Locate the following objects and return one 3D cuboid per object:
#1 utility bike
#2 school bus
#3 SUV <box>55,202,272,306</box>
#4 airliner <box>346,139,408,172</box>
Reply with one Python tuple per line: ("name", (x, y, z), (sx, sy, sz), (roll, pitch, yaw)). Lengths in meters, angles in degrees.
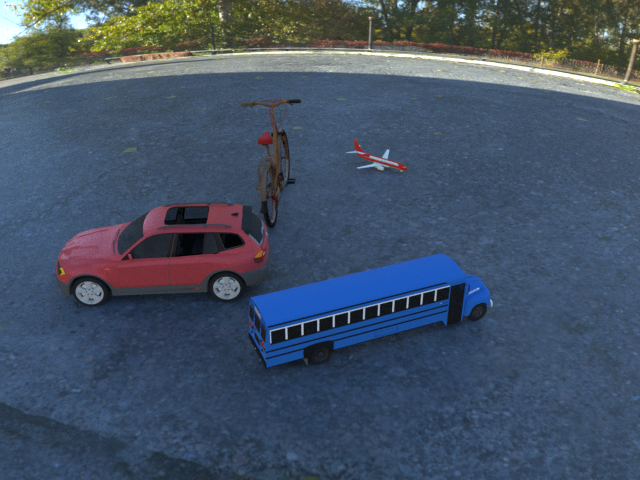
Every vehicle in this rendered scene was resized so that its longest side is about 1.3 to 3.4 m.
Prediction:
("utility bike", (-0.870, -1.448, 12.094), (1.039, 1.839, 2.791), (3, 30, 4))
("school bus", (0.745, 0.851, 9.074), (3.322, 0.844, 0.709), (-12, 32, -20))
("SUV", (-2.221, 0.126, 10.057), (3.058, 1.128, 1.276), (-2, 30, -3))
("airliner", (1.187, -1.671, 13.905), (1.307, 0.429, 1.161), (20, 35, 31))
